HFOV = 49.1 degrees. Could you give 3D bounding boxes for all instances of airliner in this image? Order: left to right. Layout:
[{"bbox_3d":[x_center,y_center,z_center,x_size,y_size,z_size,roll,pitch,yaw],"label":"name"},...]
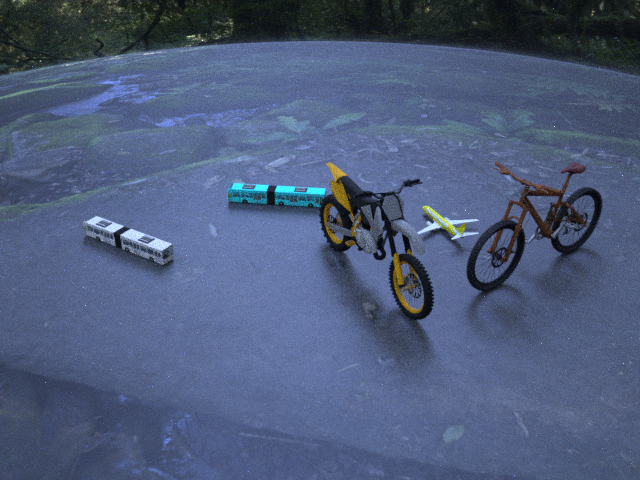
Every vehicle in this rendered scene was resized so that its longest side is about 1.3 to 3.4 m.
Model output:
[{"bbox_3d":[2.029,-0.366,11.490,1.161,0.429,1.307,-12,33,-20],"label":"airliner"}]

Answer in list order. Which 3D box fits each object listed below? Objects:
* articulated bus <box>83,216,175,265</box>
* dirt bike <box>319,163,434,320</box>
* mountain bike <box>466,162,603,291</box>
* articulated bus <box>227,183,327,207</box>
[{"bbox_3d":[-3.025,-0.008,11.027,1.749,0.289,0.311,18,35,27],"label":"articulated bus"},{"bbox_3d":[0.746,-0.142,9.908,1.024,1.666,2.903,-16,34,-24],"label":"dirt bike"},{"bbox_3d":[3.205,-0.294,10.141,2.857,1.688,1.114,-20,36,-29],"label":"mountain bike"},{"bbox_3d":[-0.746,-0.788,12.334,1.749,0.289,0.311,4,31,6],"label":"articulated bus"}]
